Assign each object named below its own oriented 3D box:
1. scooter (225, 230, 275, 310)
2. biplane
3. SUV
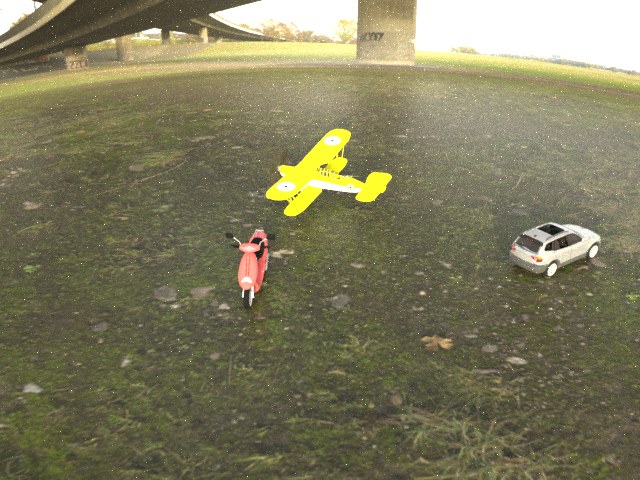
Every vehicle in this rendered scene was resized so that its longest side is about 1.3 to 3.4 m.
[{"bbox_3d":[-0.906,0.252,9.538,0.662,0.919,1.399,2,27,4],"label":"scooter"},{"bbox_3d":[0.129,-1.021,11.993,2.120,0.981,2.598,13,30,24],"label":"biplane"},{"bbox_3d":[3.488,0.045,10.325,1.572,0.580,0.656,-18,32,-31],"label":"SUV"}]
